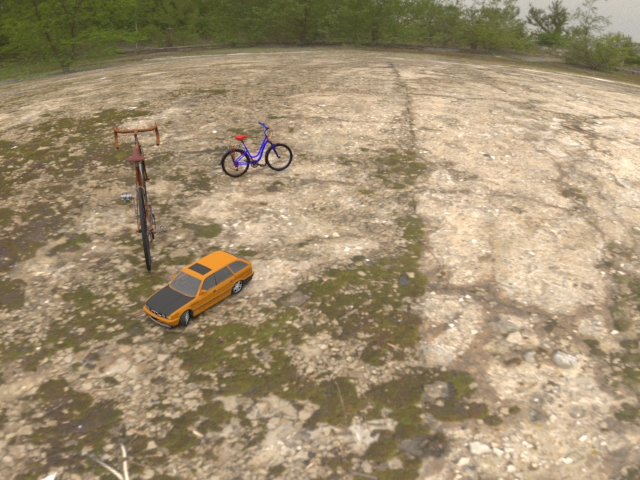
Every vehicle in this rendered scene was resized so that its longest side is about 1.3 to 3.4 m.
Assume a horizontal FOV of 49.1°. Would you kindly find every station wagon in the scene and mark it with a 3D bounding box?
[{"bbox_3d":[-1.612,0.597,9.349,0.682,0.473,1.597,20,35,32],"label":"station wagon"}]

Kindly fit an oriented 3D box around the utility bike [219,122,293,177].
[{"bbox_3d":[-1.212,-1.691,13.045,1.435,0.946,0.535,-10,30,-18],"label":"utility bike"}]

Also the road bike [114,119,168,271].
[{"bbox_3d":[-2.712,-0.784,10.644,0.696,1.656,3.004,-7,29,-12],"label":"road bike"}]
